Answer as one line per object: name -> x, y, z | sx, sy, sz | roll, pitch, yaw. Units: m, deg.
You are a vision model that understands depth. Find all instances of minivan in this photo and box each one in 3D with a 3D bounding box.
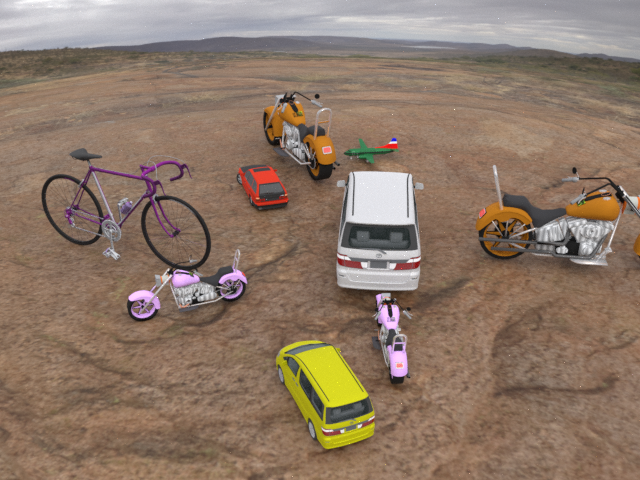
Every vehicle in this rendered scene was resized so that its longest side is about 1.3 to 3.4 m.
minivan -> 0.016, 1.506, 7.443 | 0.681, 0.616, 1.548 | -11, 30, -20
minivan -> 0.874, -0.367, 10.331 | 1.324, 1.197, 3.011 | 2, 28, 4

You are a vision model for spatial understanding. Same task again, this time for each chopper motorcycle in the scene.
chopper motorcycle -> 3.763, -0.283, 9.874 | 3.040, 1.480, 0.906 | 4, 28, 7
chopper motorcycle -> -1.709, 0.579, 9.023 | 1.563, 0.761, 0.466 | -10, 30, -18
chopper motorcycle -> -0.469, -2.194, 13.450 | 0.906, 1.480, 3.040 | -12, 30, -21
chopper motorcycle -> 0.822, 1.008, 8.220 | 0.466, 0.761, 1.563 | -1, 28, -3

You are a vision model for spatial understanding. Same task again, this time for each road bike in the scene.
road bike -> -2.877, -0.486, 10.067 | 3.004, 1.656, 0.697 | 12, 30, 21

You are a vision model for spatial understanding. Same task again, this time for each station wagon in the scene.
station wagon -> -1.029, -1.041, 12.359 | 0.682, 0.473, 1.597 | -8, 29, -15

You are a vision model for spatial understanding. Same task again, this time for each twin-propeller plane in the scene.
twin-propeller plane -> 1.010, -1.806, 13.862 | 1.095, 0.407, 1.370 | -3, 28, -6
